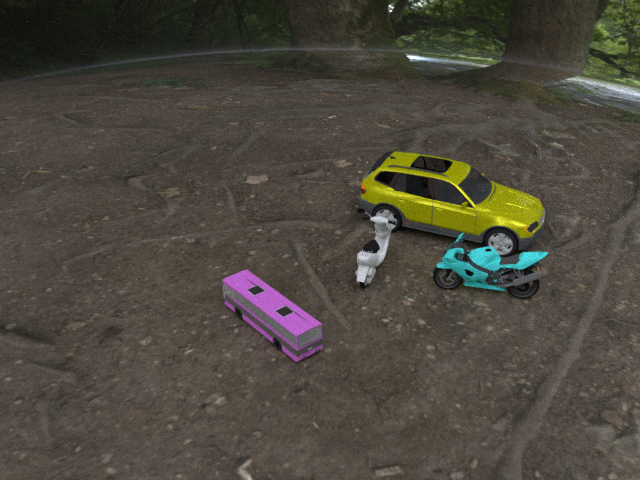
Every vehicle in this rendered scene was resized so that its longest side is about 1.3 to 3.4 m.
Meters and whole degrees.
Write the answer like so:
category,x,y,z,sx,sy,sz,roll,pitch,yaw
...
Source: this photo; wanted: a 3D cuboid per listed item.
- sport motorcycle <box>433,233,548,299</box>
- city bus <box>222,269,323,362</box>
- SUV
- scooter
category,x,y,z,sx,sy,sz,roll,pitch,yaw
sport motorcycle,2.372,0.407,9.872,1.520,0.821,0.506,6,30,10
city bus,-0.654,0.983,9.225,0.476,0.460,1.674,-22,36,-34
SUV,2.139,-0.692,11.490,3.058,1.128,1.276,13,32,21
scooter,0.813,0.057,10.387,0.662,0.919,1.399,10,31,17
